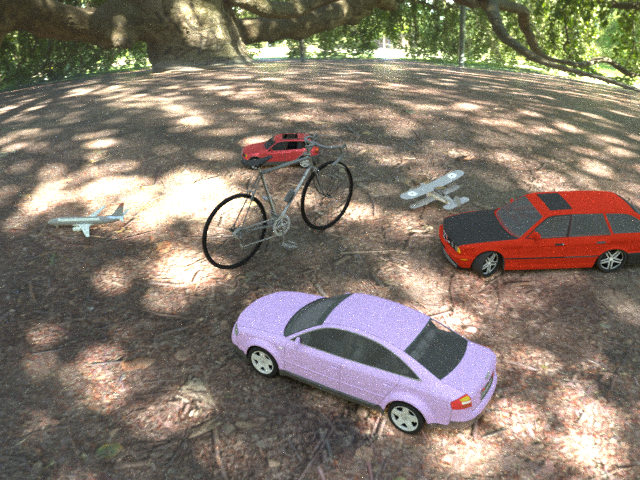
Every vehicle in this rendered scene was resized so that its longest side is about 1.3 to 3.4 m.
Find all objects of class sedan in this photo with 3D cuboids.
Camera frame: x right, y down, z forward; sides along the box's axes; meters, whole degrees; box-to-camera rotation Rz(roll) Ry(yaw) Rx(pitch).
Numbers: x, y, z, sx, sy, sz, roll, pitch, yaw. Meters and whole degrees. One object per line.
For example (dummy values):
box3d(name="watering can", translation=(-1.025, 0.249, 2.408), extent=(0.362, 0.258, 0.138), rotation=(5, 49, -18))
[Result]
box3d(name="sedan", translation=(0.412, 1.157, 7.889), extent=(3.137, 0.940, 1.235), rotation=(15, 31, 27))

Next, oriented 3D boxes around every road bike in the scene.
box3d(name="road bike", translation=(-0.547, -0.632, 10.526), extent=(3.004, 1.656, 0.697), rotation=(-24, 36, -38))

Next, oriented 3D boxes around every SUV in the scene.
box3d(name="SUV", translation=(-0.777, -1.791, 13.887), extent=(1.572, 0.580, 0.656), rotation=(-2, 28, -4))

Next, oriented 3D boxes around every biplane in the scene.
box3d(name="biplane", translation=(2.031, -0.768, 12.021), extent=(1.336, 0.504, 1.090), rotation=(-16, 32, -28))

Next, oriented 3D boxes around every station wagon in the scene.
box3d(name="station wagon", translation=(3.351, -0.169, 10.435), extent=(3.105, 0.920, 1.327), rotation=(-2, 28, -4))

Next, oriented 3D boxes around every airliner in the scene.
box3d(name="airliner", translation=(-3.801, -0.402, 11.406), extent=(1.307, 0.429, 1.161), rotation=(-1, 28, -2))
